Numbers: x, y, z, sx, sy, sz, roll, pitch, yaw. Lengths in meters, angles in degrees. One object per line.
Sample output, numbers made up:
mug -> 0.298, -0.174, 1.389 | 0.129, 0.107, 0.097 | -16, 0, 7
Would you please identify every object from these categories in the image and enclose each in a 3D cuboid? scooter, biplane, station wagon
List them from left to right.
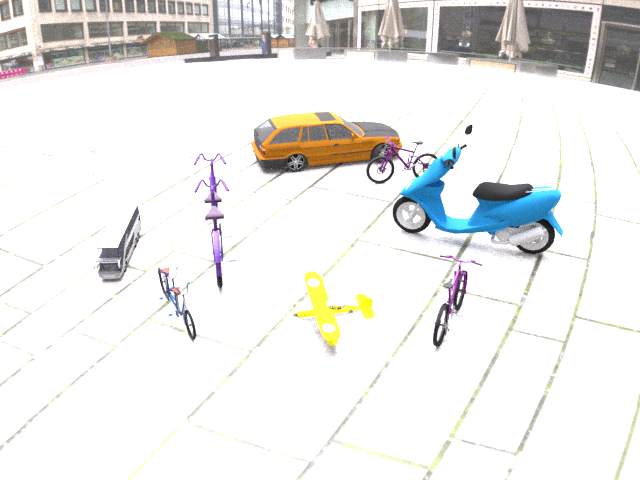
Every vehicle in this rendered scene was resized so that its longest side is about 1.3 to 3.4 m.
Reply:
station wagon -> 0.166, -2.132, 14.482 | 3.105, 0.920, 1.327 | -8, 29, -14
biplane -> 0.177, 0.944, 9.195 | 1.090, 0.504, 1.336 | -6, 29, -11
scooter -> 2.473, -0.745, 10.985 | 2.721, 1.786, 1.288 | 11, 30, 19

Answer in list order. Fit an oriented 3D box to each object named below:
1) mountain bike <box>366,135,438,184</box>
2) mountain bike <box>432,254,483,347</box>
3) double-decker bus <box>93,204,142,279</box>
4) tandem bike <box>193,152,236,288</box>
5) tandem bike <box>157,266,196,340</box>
mountain bike -> 1.603, -1.516, 13.392 | 1.469, 0.868, 0.573 | -5, 29, -9
mountain bike -> 1.737, 0.747, 9.176 | 0.573, 0.868, 1.469 | 13, 31, 22
double-decker bus -> -3.116, 0.018, 10.881 | 0.389, 0.541, 1.672 | -1, 28, -2
tandem bike -> -1.655, -0.470, 10.959 | 0.550, 1.326, 3.192 | -4, 29, -8
tandem bike -> -1.955, 0.714, 9.436 | 0.283, 0.682, 1.642 | -14, 31, -24
